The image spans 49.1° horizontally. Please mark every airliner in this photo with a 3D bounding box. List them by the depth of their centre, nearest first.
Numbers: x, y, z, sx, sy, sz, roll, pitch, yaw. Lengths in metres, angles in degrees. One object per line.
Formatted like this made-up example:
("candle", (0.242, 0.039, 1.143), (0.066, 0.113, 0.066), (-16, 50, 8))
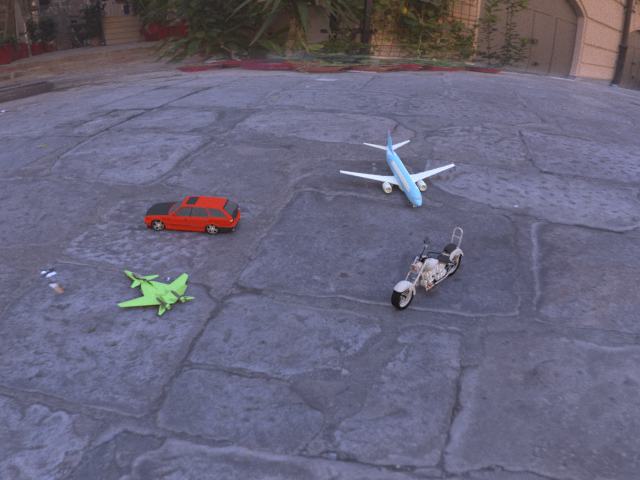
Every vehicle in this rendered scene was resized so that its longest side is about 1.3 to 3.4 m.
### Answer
("airliner", (1.546, -1.414, 13.188), (2.257, 0.835, 2.541), (-4, 29, -8))

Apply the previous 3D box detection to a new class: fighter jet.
("fighter jet", (-2.459, 0.613, 10.080), (1.358, 0.286, 1.147), (25, 38, 37))

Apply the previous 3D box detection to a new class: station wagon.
("station wagon", (-2.167, -0.462, 11.836), (1.597, 0.473, 0.682), (4, 29, 7))

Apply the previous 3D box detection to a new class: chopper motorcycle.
("chopper motorcycle", (1.553, 0.397, 9.981), (0.466, 0.761, 1.563), (25, 37, 37))
